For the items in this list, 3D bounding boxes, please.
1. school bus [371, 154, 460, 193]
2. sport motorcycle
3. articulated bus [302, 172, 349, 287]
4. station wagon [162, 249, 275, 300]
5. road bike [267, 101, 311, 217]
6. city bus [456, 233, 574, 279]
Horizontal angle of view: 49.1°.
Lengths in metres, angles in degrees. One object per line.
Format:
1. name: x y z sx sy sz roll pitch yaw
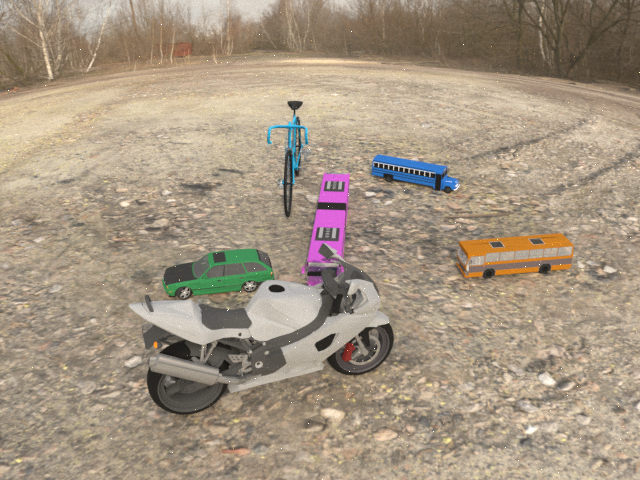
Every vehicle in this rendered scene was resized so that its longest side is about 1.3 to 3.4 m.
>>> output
1. school bus: 1.842 -1.283 13.469 1.708 0.434 0.365 13 31 24
2. sport motorcycle: -0.527 1.055 7.795 2.955 1.596 0.983 -9 29 -16
3. articulated bus: 0.172 -0.238 11.353 0.605 0.561 3.401 2 28 4
4. station wagon: -1.479 0.453 10.138 1.597 0.473 0.682 -6 28 -11
5. road bike: -0.496 -1.624 12.806 0.696 1.656 3.004 1 28 3
6. city bus: 2.926 0.247 10.543 1.674 0.460 0.476 -4 28 -8
